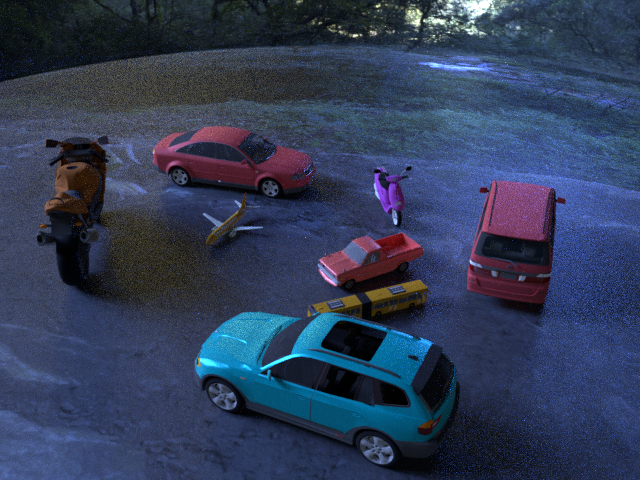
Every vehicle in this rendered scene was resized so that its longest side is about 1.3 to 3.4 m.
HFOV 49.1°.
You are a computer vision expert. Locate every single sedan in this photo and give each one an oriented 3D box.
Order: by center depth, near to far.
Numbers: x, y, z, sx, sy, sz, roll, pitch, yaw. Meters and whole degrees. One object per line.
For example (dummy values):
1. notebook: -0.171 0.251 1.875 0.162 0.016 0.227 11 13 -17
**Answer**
1. sedan: -1.622 -1.568 13.227 3.137 0.940 1.235 8 31 14

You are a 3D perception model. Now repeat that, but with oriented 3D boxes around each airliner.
1. airliner: -1.536 -0.345 11.649 1.161 0.429 1.307 14 33 22

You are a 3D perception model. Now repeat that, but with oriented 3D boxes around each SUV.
1. SUV: 0.039 1.447 7.913 3.058 1.128 1.276 13 33 22

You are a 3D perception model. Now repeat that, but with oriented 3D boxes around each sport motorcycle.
1. sport motorcycle: -3.750 -0.561 10.866 0.983 1.596 2.955 -4 31 -7

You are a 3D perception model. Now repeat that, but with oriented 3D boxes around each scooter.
1. scooter: 1.195 -0.897 12.105 0.662 0.919 1.399 -6 31 -10

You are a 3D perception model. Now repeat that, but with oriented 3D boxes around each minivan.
1. minivan: 3.007 -0.227 10.691 1.324 1.197 3.011 9 32 15

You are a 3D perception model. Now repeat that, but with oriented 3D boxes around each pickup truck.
1. pickup truck: 0.772 0.245 10.566 1.603 0.511 0.640 -16 34 -25

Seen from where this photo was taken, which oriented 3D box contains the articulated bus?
1. articulated bus: 0.687 0.890 9.688 1.749 0.289 0.311 -12 32 -19
